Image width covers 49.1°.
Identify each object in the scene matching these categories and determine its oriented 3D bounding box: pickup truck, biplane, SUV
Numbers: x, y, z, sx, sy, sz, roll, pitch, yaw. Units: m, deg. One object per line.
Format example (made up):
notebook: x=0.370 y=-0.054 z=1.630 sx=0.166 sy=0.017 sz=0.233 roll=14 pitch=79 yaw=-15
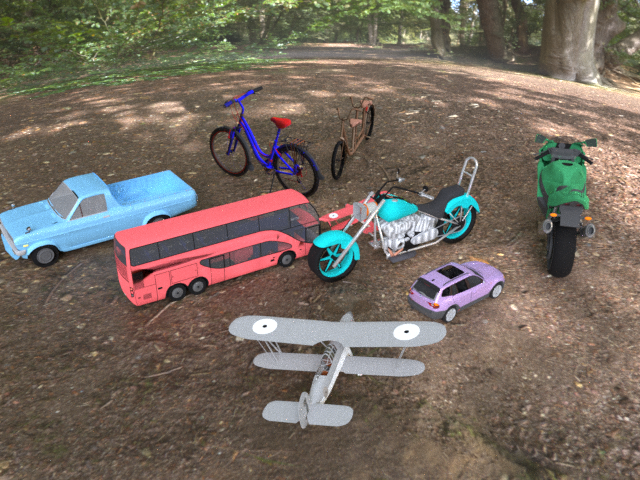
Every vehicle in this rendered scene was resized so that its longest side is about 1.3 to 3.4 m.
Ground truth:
pickup truck: x=-3.647 y=-0.538 z=11.608 sx=3.117 sy=0.993 sz=1.244 roll=-18 pitch=34 yaw=-29
biplane: x=0.690 y=-0.381 z=11.829 sx=1.336 sy=0.504 sz=1.090 roll=-15 pitch=32 yaw=-26
SUV: x=1.954 y=0.625 z=9.917 sx=1.572 sy=0.580 sz=0.656 roll=-21 pitch=35 yaw=-33
biplane: x=0.062 y=1.429 z=8.037 sx=2.598 sy=0.981 sz=2.120 roll=8 pitch=30 yaw=14

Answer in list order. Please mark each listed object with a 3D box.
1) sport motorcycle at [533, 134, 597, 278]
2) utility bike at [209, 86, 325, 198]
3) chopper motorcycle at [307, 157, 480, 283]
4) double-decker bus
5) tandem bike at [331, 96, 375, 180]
sport motorcycle: x=3.851 y=-0.640 z=11.167 sx=0.983 sy=1.596 sz=2.955 roll=7 pitch=29 yaw=12
utility bike: x=-1.122 y=-1.777 z=12.986 sx=2.791 sy=1.839 sz=1.039 roll=19 pitch=34 yaw=31
chopper motorcycle: x=1.200 y=-0.336 z=10.734 sx=3.040 sy=1.480 sz=0.906 roll=-15 pitch=32 yaw=-25
double-decker bus: x=-1.398 y=0.045 z=10.485 sx=3.251 sy=1.052 sz=0.756 roll=-17 pitch=33 yaw=-27
tandem bike: x=0.734 y=-2.342 z=14.548 sx=0.550 sy=1.326 sz=3.192 roll=9 pitch=30 yaw=16
